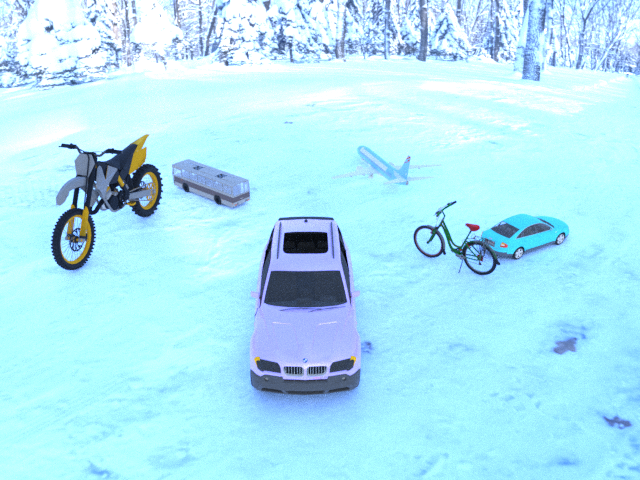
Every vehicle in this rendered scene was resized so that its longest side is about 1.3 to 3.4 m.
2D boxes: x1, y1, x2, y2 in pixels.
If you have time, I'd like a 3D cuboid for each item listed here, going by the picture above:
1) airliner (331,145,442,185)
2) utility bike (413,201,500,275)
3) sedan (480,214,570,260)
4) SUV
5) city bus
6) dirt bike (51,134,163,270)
[{"bbox_3d":[1.200,-1.592,13.467,2.257,0.835,2.541,-8,27,-16],"label":"airliner"},{"bbox_3d":[1.948,-0.012,10.143,1.435,0.946,0.535,20,32,34],"label":"utility bike"},{"bbox_3d":[3.223,-0.138,10.919,1.613,0.483,0.635,-15,30,-28],"label":"sedan"},{"bbox_3d":[-0.175,0.667,8.561,1.276,1.128,3.058,0,26,-1],"label":"SUV"},{"bbox_3d":[-2.002,-1.026,12.745,1.674,0.460,0.476,21,33,36],"label":"city bus"},{"bbox_3d":[-3.243,-0.756,10.835,1.024,1.666,2.903,8,27,16],"label":"dirt bike"}]
